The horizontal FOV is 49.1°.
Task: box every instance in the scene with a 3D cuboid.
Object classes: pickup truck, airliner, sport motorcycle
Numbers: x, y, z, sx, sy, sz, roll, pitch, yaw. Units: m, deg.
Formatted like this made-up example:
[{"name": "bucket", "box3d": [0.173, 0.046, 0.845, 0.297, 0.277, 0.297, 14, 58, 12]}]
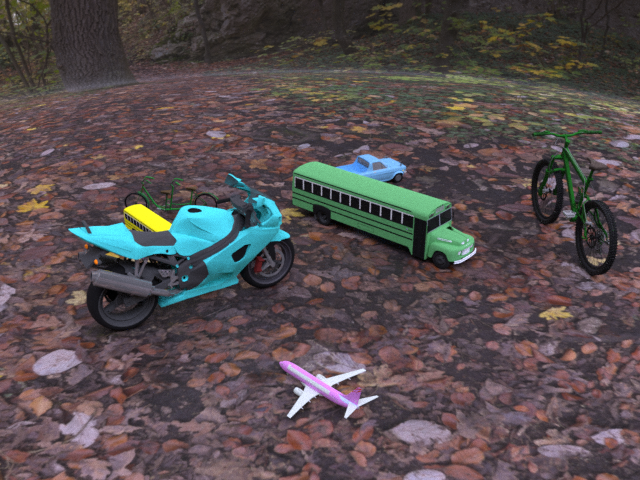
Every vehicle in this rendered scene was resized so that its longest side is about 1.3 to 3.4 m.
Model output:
[{"name": "pickup truck", "box3d": [0.862, -1.324, 13.358, 1.603, 0.511, 0.640, -14, 29, -26]}, {"name": "airliner", "box3d": [-0.012, 1.519, 7.651, 1.161, 0.429, 1.307, -23, 34, -39]}, {"name": "sport motorcycle", "box3d": [-1.638, 0.171, 9.075, 2.955, 1.596, 0.983, -15, 30, -28]}]

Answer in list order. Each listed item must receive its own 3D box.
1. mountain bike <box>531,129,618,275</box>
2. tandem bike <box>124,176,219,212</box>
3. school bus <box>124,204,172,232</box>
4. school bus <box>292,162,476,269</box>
[{"name": "mountain bike", "box3d": [3.874, -0.695, 10.737, 1.114, 1.688, 2.857, -3, 26, -5]}, {"name": "tandem bike", "box3d": [-2.548, -0.747, 11.986, 1.642, 0.682, 0.283, 1, 26, 1]}, {"name": "school bus", "box3d": [-2.517, -0.090, 10.927, 0.365, 0.434, 1.708, -20, 33, -35]}, {"name": "school bus", "box3d": [0.962, -0.458, 11.211, 3.322, 0.844, 0.709, 22, 33, 37]}]
